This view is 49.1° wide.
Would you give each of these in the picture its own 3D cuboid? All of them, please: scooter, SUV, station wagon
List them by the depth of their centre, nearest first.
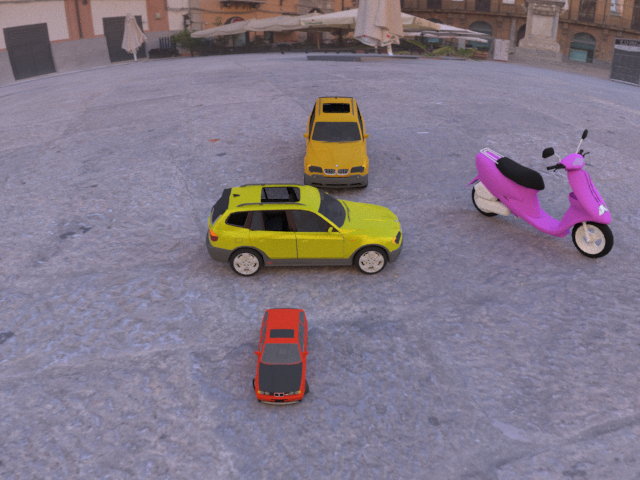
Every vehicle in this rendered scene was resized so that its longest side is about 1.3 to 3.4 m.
[{"bbox_3d":[-0.468,1.369,8.701,0.682,0.473,1.597,0,30,0],"label":"station wagon"},{"bbox_3d":[-0.236,-0.230,10.853,3.058,1.128,1.276,-1,30,-2],"label":"SUV"},{"bbox_3d":[3.565,-0.887,11.344,1.288,1.786,2.721,-25,38,-37],"label":"scooter"},{"bbox_3d":[0.318,-2.005,13.980,1.276,1.128,3.058,0,30,1],"label":"SUV"}]
